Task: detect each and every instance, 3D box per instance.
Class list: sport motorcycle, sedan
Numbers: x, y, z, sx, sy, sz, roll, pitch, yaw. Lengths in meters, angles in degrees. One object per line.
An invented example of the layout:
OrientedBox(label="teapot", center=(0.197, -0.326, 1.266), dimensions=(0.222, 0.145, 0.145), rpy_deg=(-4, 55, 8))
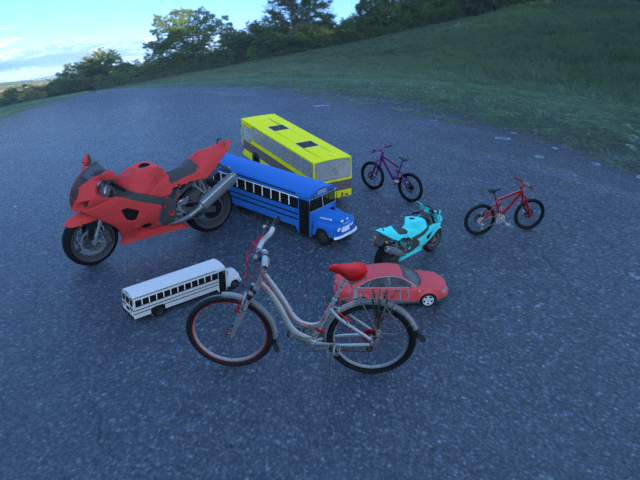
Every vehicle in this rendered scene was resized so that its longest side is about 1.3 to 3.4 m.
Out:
OrientedBox(label="sport motorcycle", center=(-2.649, -0.634, 11.039), dimensions=(2.955, 1.596, 0.983), rpy_deg=(-19, 32, -33))
OrientedBox(label="sedan", center=(0.990, 0.602, 9.769), dimensions=(1.613, 0.483, 0.635), rpy_deg=(-2, 26, -5))
OrientedBox(label="sport motorcycle", center=(1.370, -0.045, 10.714), dimensions=(1.520, 0.821, 0.506), rpy_deg=(-22, 33, -37))

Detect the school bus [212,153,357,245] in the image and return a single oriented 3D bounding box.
OrientedBox(label="school bus", center=(-0.810, -0.786, 12.213), dimensions=(3.322, 0.844, 0.709), rpy_deg=(20, 32, 35))

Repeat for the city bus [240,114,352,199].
OrientedBox(label="city bus", center=(-0.550, -1.647, 13.925), dimensions=(0.926, 0.894, 3.255), rpy_deg=(-14, 29, -26))

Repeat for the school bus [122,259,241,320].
OrientedBox(label="school bus", center=(-1.883, 0.647, 9.733), dimensions=(1.708, 0.434, 0.365), rpy_deg=(-19, 32, -34))

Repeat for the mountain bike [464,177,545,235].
OrientedBox(label="mountain bike", center=(3.093, -0.523, 11.644), dimensions=(1.469, 0.868, 0.573), rpy_deg=(-6, 27, -13))

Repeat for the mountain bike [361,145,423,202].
OrientedBox(label="mountain bike", center=(1.340, -1.245, 13.129), dimensions=(1.469, 0.868, 0.573), rpy_deg=(23, 34, 39))

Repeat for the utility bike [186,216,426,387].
OrientedBox(label="utility bike", center=(-0.188, 0.790, 7.833), dimensions=(2.791, 1.839, 1.039), rpy_deg=(2, 26, 4))
